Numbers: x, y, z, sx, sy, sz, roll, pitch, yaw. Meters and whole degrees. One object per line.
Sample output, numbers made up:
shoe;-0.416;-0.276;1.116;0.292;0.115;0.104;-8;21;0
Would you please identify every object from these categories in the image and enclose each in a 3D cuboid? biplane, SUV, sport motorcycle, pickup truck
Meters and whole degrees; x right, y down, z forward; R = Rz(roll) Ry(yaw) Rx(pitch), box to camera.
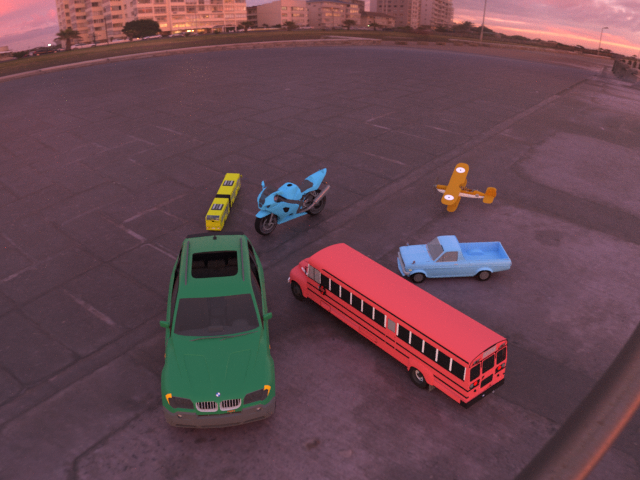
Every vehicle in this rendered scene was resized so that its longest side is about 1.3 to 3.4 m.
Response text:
biplane;2.490;-0.825;12.110;1.090;0.504;1.336;11;32;19
SUV;-1.229;0.929;8.413;1.276;1.128;3.058;-4;30;-6
sport motorcycle;-0.464;-0.632;11.452;1.520;0.821;0.506;-24;38;-36
pickup truck;1.951;0.243;10.234;1.603;0.511;0.640;-2;30;-4

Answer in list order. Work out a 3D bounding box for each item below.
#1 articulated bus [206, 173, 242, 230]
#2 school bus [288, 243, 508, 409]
articulated bus;-1.651;-0.682;12.077;0.311;0.289;1.749;2;30;4
school bus;0.795;0.882;8.780;0.709;0.844;3.322;-22;36;-33
